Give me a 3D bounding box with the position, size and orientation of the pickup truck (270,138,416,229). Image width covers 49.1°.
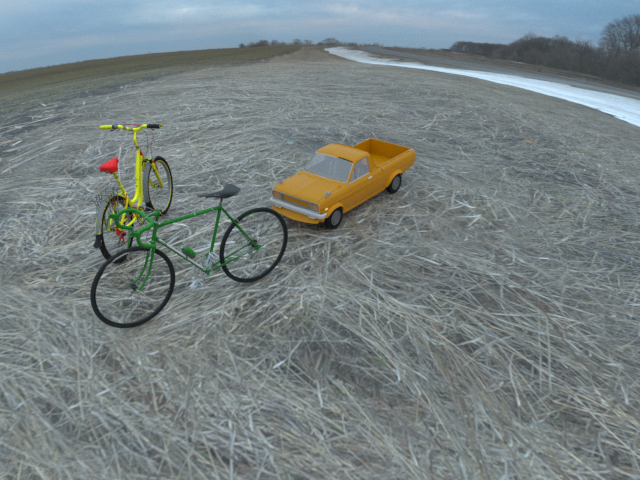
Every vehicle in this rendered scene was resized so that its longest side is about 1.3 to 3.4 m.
[{"bbox_3d":[0.486,-1.200,12.617,1.244,0.993,3.117,20,34,33],"label":"pickup truck"}]

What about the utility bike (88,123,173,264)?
[{"bbox_3d":[-3.045,-0.877,11.100,1.039,1.839,2.791,5,28,10],"label":"utility bike"}]

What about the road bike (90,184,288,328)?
[{"bbox_3d":[-1.662,0.127,9.396,3.004,1.656,0.697,-20,34,-33],"label":"road bike"}]
